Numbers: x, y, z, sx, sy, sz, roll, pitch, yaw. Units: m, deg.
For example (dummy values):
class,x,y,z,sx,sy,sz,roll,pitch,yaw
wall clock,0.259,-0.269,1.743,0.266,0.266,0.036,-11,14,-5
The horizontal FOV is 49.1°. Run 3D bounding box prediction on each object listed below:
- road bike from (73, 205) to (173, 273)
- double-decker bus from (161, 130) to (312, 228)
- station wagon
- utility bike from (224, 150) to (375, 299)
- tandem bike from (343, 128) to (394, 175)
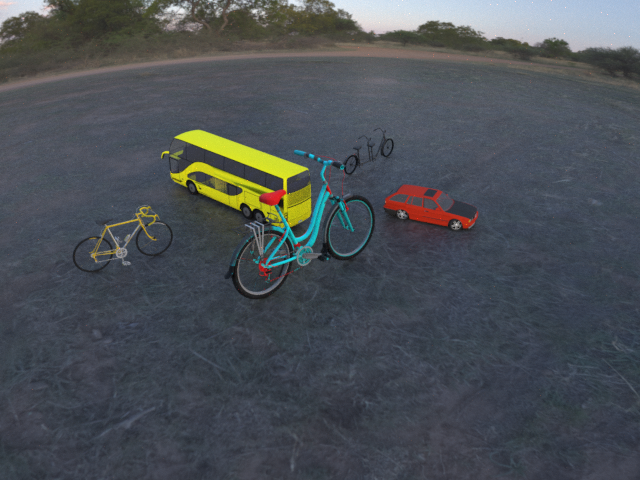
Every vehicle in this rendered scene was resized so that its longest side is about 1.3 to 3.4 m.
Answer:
class,x,y,z,sx,sy,sz,roll,pitch,yaw
road bike,-2.977,-0.013,10.596,1.545,0.852,0.358,-16,33,-27
double-decker bus,-1.523,-1.144,12.442,3.251,1.052,0.756,23,37,36
station wagon,1.919,-0.595,12.044,1.597,0.473,0.682,13,31,22
utility bike,-0.281,-0.293,10.082,2.791,1.839,1.039,-22,36,-35
tandem bike,0.990,-1.809,14.032,0.283,0.682,1.642,23,36,35
